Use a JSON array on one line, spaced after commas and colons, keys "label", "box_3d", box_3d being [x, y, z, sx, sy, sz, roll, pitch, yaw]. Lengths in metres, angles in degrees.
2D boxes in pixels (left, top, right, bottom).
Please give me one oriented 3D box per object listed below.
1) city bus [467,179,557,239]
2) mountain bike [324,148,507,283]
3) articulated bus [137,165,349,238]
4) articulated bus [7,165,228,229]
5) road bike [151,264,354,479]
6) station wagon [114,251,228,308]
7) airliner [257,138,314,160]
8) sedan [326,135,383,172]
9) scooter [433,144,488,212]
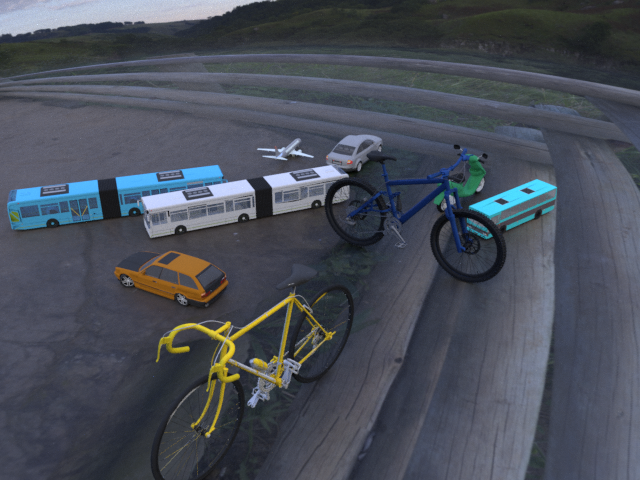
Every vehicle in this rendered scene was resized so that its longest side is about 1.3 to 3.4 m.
[{"label": "city bus", "box_3d": [3.056, -0.487, 11.113, 1.674, 0.460, 0.476, -21, 35, -32]}, {"label": "mountain bike", "box_3d": [1.258, -0.422, 9.748, 2.857, 1.688, 1.114, 19, 34, 30]}, {"label": "articulated bus", "box_3d": [-1.162, -0.655, 11.308, 3.401, 0.561, 0.605, -12, 31, -20]}, {"label": "articulated bus", "box_3d": [-3.226, -0.703, 11.393, 3.401, 0.561, 0.605, -9, 31, -15]}, {"label": "road bike", "box_3d": [-0.533, 1.177, 6.946, 0.696, 1.656, 3.004, 21, 35, 32]}, {"label": "station wagon", "box_3d": [-2.041, 0.436, 9.462, 1.597, 0.473, 0.682, 15, 33, 24]}, {"label": "airliner", "box_3d": [-0.618, -1.822, 13.510, 1.161, 0.429, 1.307, 10, 31, 18]}, {"label": "sedan", "box_3d": [0.680, -1.733, 13.297, 0.635, 0.483, 1.613, 15, 33, 25]}, {"label": "scooter", "box_3d": [2.364, -1.035, 11.617, 0.662, 0.919, 1.399, 26, 38, 38]}]
